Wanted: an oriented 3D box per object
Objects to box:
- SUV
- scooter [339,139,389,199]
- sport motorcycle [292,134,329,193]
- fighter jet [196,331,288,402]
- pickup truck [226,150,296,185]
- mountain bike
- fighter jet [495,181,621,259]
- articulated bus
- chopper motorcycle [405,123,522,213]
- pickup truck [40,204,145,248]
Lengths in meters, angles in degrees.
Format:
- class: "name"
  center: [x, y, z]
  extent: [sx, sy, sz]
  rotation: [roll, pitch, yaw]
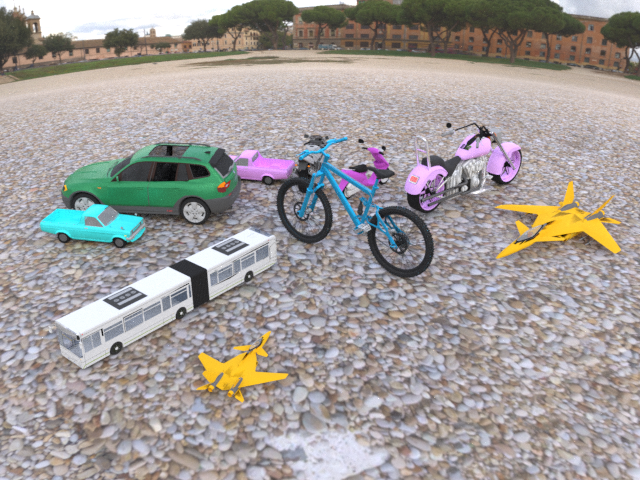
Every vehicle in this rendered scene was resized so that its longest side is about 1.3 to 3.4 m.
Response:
- class: "SUV"
  center: [-2.912, -1.054, 12.120]
  extent: [3.058, 1.128, 1.276]
  rotation: [3, 27, 5]
- class: "scooter"
  center: [0.838, -1.315, 12.865]
  extent: [0.662, 0.919, 1.399]
  rotation: [24, 36, 39]
- class: "sport motorcycle"
  center: [-0.160, -1.481, 13.298]
  extent: [0.506, 0.821, 1.520]
  rotation: [6, 28, 12]
- class: "fighter jet"
  center: [-0.874, 1.364, 8.290]
  extent: [1.147, 0.286, 1.358]
  rotation: [10, 29, 19]
- class: "pickup truck"
  center: [-1.297, -1.442, 13.565]
  extent: [1.603, 0.511, 0.640]
  rotation: [6, 28, 12]
- class: "mountain bike"
  center: [0.449, -0.485, 10.383]
  extent: [2.857, 1.688, 1.114]
  rotation: [19, 33, 33]
- class: "fighter jet"
  center: [3.649, -0.264, 11.196]
  extent: [2.640, 0.557, 2.229]
  rotation: [-21, 34, -35]
- class: "articulated bus"
  center: [-1.905, 0.664, 9.363]
  extent: [0.605, 0.561, 3.401]
  rotation: [21, 33, 35]
- class: "chopper motorcycle"
  center: [2.656, -1.428, 12.467]
  extent: [3.040, 1.480, 0.906]
  rotation: [-21, 34, -36]
- class: "pickup truck"
  center: [-3.654, -0.274, 11.266]
  extent: [1.603, 0.511, 0.640]
  rotation: [5, 27, 10]
